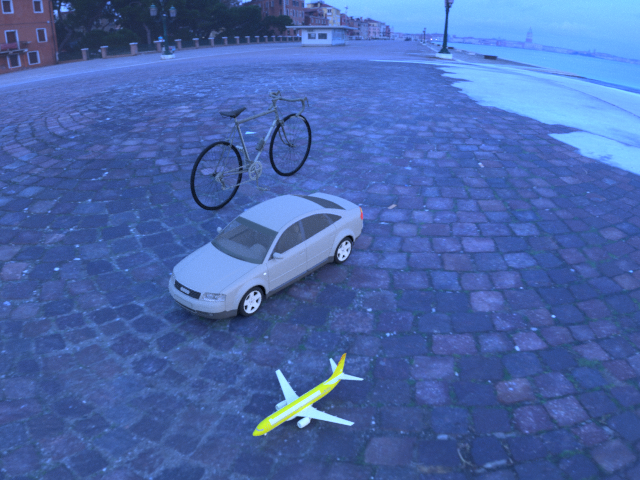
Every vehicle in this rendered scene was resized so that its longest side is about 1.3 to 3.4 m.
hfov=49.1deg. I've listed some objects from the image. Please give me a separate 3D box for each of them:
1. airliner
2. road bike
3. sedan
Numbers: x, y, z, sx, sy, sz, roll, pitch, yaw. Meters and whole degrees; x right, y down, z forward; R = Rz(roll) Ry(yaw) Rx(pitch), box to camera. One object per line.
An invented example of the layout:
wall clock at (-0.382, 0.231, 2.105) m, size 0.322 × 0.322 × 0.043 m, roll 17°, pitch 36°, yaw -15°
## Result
airliner at (-0.180, 1.597, 7.198) m, size 1.307 × 0.429 × 1.161 m, roll -24°, pitch 36°, yaw -37°
road bike at (-1.097, -1.596, 11.927) m, size 0.696 × 1.656 × 3.004 m, roll 20°, pitch 34°, yaw 33°
sedan at (-0.664, 0.045, 9.587) m, size 1.235 × 0.940 × 3.137 m, roll 22°, pitch 35°, yaw 36°
